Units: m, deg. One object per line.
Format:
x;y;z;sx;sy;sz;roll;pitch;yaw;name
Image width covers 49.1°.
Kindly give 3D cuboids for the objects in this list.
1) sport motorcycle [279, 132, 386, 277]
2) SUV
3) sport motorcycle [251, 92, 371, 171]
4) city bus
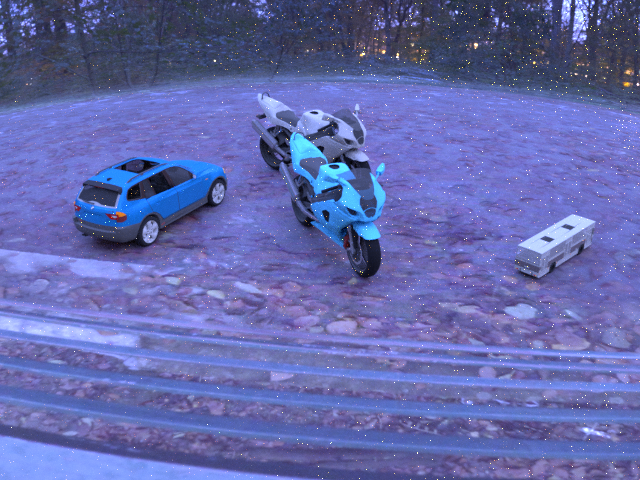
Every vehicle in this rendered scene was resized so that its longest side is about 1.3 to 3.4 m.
0.189;-0.619;11.012;0.983;1.596;2.955;-11;28;-22;sport motorcycle
-2.846;-0.884;12.101;1.276;1.128;3.058;13;29;25;SUV
-0.163;-1.932;13.737;2.955;1.596;0.983;22;33;37;sport motorcycle
3.653;0.096;10.838;1.674;0.460;0.476;-23;34;-39;city bus
